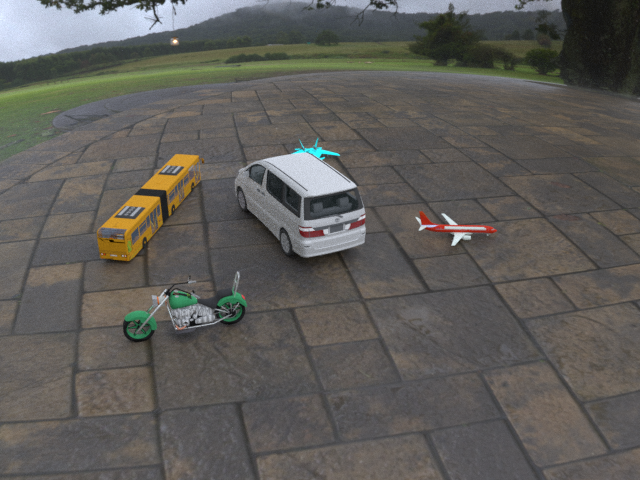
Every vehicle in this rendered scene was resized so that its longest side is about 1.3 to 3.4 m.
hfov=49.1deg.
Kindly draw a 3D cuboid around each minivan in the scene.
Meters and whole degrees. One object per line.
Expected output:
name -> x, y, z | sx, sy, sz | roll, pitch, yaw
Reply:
minivan -> -0.426, -0.764, 11.457 | 1.324, 1.197, 3.011 | -13, 30, -24

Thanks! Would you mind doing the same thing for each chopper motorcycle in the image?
chopper motorcycle -> -1.701, 0.837, 8.824 | 1.563, 0.761, 0.466 | -8, 28, -15

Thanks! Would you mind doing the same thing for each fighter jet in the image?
fighter jet -> -0.142, -1.743, 14.351 | 1.147, 0.286, 1.358 | -4, 28, -8

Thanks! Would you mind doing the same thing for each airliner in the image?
airliner -> 2.222, -0.263, 11.323 | 1.307, 0.429, 1.161 | 1, 27, 1

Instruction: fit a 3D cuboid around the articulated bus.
articulated bus -> -2.795, -0.650, 11.929 | 0.605, 0.561, 3.401 | 5, 28, 9
